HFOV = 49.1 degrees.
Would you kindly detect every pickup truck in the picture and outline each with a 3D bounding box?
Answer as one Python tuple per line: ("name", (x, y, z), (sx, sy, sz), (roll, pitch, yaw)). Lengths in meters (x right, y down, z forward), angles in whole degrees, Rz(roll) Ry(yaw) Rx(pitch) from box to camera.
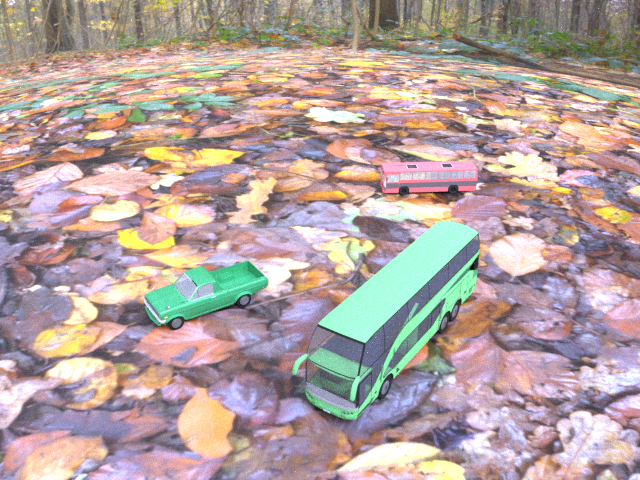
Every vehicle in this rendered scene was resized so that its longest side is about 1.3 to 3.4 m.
("pickup truck", (-1.490, 0.647, 9.220), (1.603, 0.511, 0.640), (-17, 33, -29))

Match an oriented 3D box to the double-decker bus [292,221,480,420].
("double-decker bus", (0.938, 0.857, 8.271), (0.756, 1.052, 3.251), (18, 34, 30))

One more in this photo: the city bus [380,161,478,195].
("city bus", (1.928, -1.105, 12.482), (1.674, 0.460, 0.476), (-2, 29, -3))
